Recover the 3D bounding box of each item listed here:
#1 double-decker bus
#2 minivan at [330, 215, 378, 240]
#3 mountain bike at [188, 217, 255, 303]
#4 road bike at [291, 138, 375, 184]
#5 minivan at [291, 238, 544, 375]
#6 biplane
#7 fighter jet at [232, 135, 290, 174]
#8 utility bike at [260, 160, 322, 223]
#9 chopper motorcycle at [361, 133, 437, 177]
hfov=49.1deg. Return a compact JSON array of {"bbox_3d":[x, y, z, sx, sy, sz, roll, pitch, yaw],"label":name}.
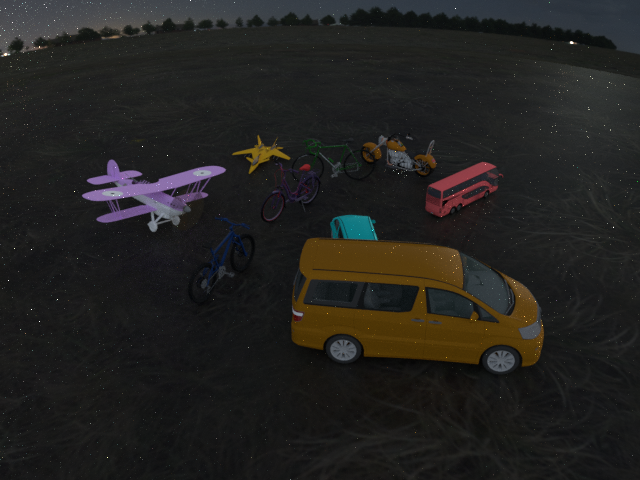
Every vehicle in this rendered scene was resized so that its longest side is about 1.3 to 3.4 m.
[{"bbox_3d":[2.454,-0.881,11.889,1.672,0.541,0.389,-24,38,-35],"label":"double-decker bus"},{"bbox_3d":[0.522,-0.009,10.299,0.681,0.616,1.548,-3,30,-5],"label":"minivan"},{"bbox_3d":[-1.333,0.245,9.604,0.573,0.868,1.469,16,34,26],"label":"mountain bike"},{"bbox_3d":[0.248,-1.426,12.525,1.545,0.852,0.358,-6,30,-9],"label":"road bike"},{"bbox_3d":[1.173,0.729,8.432,3.011,1.197,1.324,3,30,5],"label":"minivan"},{"bbox_3d":[-2.749,-0.768,11.252,2.120,0.981,2.598,23,37,34],"label":"biplane"},{"bbox_3d":[-1.165,-1.631,13.448,1.147,0.286,1.358,6,30,10],"label":"fighter jet"},{"bbox_3d":[-0.414,-0.850,11.428,0.535,0.946,1.435,25,38,36],"label":"utility bike"},{"bbox_3d":[1.445,-1.644,12.994,1.563,0.761,0.466,20,35,31],"label":"chopper motorcycle"}]
